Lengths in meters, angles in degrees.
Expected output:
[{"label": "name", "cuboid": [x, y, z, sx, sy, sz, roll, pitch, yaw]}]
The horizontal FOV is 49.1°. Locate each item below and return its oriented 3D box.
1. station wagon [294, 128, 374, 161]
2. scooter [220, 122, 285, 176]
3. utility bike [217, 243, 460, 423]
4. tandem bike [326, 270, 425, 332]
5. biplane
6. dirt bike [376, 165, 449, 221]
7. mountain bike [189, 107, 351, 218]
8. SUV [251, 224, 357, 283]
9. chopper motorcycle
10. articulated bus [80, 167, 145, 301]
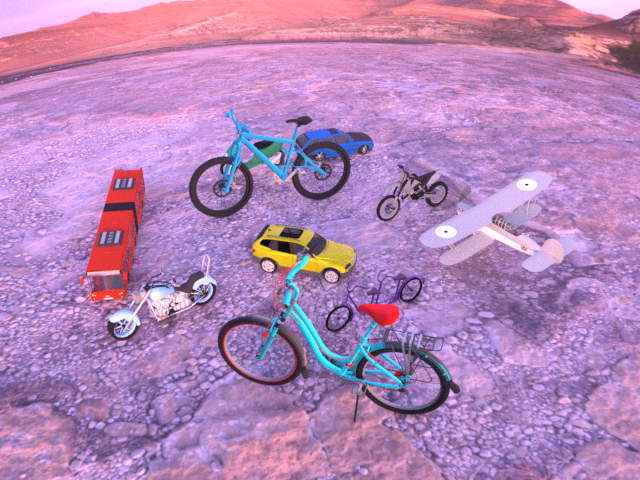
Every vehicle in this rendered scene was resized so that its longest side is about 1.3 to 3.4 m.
[{"label": "station wagon", "cuboid": [0.294, -1.965, 14.022, 1.597, 0.473, 0.682, -10, 32, -17]}, {"label": "scooter", "cuboid": [-1.252, -1.730, 13.192, 1.399, 0.919, 0.662, -16, 34, -25]}, {"label": "utility bike", "cuboid": [0.125, 1.123, 7.505, 2.791, 1.839, 1.039, 9, 32, 14]}, {"label": "tandem bike", "cuboid": [0.764, 0.729, 9.296, 1.642, 0.682, 0.283, -18, 35, -28]}, {"label": "biplane", "cuboid": [2.713, -0.119, 10.428, 2.598, 0.981, 2.120, -20, 36, -30]}, {"label": "dirt bike", "cuboid": [1.578, -0.821, 11.727, 1.493, 0.857, 0.527, -17, 35, -26]}, {"label": "mountain bike", "cuboid": [-0.804, -1.294, 11.708, 2.857, 1.688, 1.114, -11, 33, -18]}, {"label": "SUV", "cuboid": [-0.239, 0.160, 10.349, 1.572, 0.580, 0.656, 9, 32, 14]}, {"label": "chopper motorcycle", "cuboid": [-2.060, 0.745, 9.192, 1.563, 0.761, 0.466, -22, 37, -32]}, {"label": "articulated bus", "cuboid": [-3.149, -0.208, 10.987, 0.605, 0.561, 3.401, -4, 31, -6]}]
